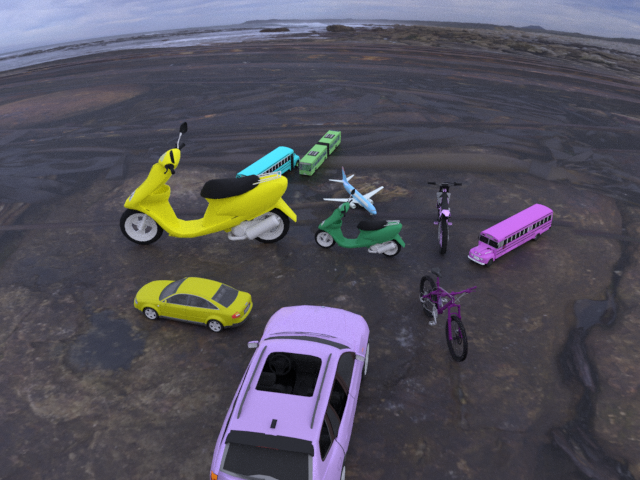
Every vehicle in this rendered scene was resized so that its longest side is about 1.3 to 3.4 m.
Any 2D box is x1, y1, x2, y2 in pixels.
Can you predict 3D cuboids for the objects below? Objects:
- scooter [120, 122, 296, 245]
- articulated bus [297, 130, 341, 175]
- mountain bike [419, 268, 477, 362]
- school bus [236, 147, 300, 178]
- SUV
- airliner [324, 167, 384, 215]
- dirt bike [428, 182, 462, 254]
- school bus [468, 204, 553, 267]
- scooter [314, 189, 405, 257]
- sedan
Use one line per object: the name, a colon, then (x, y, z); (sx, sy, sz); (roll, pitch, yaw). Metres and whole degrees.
scooter: (-1.724, -0.723, 10.535); (2.721, 1.786, 1.288); (-1, 30, -1)
articulated bus: (0.014, -1.730, 13.728); (0.311, 0.289, 1.749); (11, 32, 17)
mountain bike: (1.543, 0.838, 8.784); (0.573, 0.868, 1.469); (-7, 31, -12)
school bus: (-0.917, -1.314, 12.876); (0.365, 0.434, 1.708); (16, 34, 25)
SUV: (-0.218, 1.559, 7.299); (1.276, 1.128, 3.058); (5, 31, 9)
airliner: (0.655, -0.836, 12.067); (1.161, 0.429, 1.307); (-13, 33, -21)
dirt bike: (1.927, -0.444, 10.978); (0.527, 0.857, 1.493); (3, 31, 5)
school bus: (2.940, -0.082, 10.779); (1.708, 0.434, 0.365); (-24, 38, -34)
scooter: (0.594, -0.210, 10.518); (1.399, 0.919, 0.662); (7, 31, 12)
sedan: (-1.695, 0.780, 9.263); (1.613, 0.483, 0.635); (8, 31, 14)
